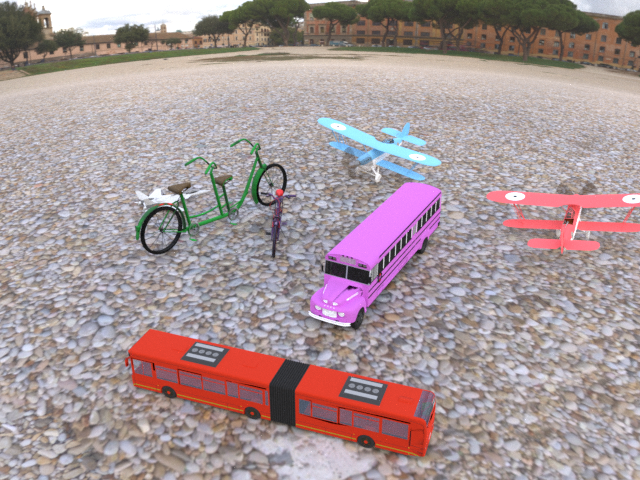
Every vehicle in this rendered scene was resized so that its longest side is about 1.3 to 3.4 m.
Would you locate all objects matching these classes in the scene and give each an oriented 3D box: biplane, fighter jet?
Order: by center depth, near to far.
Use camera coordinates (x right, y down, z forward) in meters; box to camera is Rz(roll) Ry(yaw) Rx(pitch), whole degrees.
[{"bbox_3d":[3.769,-0.278,10.690,2.598,0.981,2.120,12,30,21],"label":"biplane"},{"bbox_3d":[-2.573,-0.812,12.476,1.358,0.286,1.147,-17,32,-30],"label":"fighter jet"},{"bbox_3d":[1.252,-1.733,13.502,2.598,0.981,2.120,17,32,30],"label":"biplane"}]

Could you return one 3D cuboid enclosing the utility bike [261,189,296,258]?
[{"bbox_3d":[-0.628,-0.379,10.923,0.535,0.946,1.435,0,27,0],"label":"utility bike"}]

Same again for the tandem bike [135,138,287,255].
[{"bbox_3d":[-1.658,-0.784,11.292,0.550,1.326,3.192,22,35,36],"label":"tandem bike"}]

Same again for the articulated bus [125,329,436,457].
[{"bbox_3d":[-0.490,1.597,7.522,3.401,0.561,0.605,9,29,17],"label":"articulated bus"}]

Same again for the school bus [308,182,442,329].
[{"bbox_3d":[0.871,0.133,10.044,0.709,0.844,3.322,14,30,25],"label":"school bus"}]
